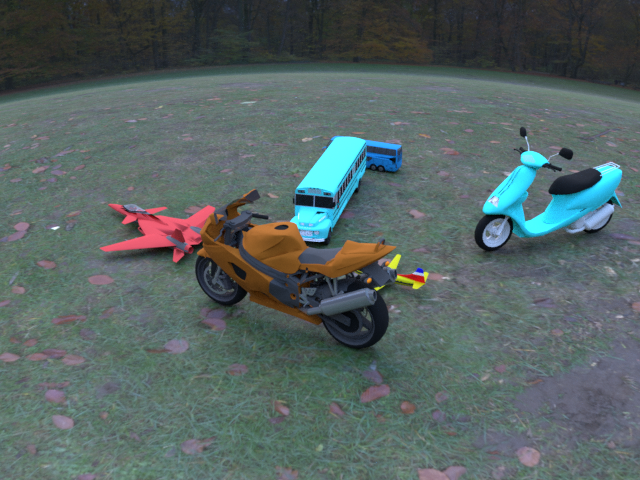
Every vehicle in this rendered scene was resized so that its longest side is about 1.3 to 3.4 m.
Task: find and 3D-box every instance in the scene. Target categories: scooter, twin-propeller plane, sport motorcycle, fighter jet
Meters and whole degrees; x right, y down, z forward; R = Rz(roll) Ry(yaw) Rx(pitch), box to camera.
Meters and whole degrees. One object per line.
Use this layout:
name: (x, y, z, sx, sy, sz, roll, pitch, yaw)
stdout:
scooter: (3.695, -0.795, 11.067, 2.721, 1.786, 1.288, -9, 28, -18)
twin-propeller plane: (0.987, 0.486, 10.032, 1.095, 0.407, 1.370, 12, 29, 23)
sport motorcycle: (-0.421, 0.387, 8.891, 2.955, 1.596, 0.983, 14, 30, 26)
fighter jet: (-2.790, -0.400, 11.656, 2.640, 0.557, 2.229, 21, 33, 36)

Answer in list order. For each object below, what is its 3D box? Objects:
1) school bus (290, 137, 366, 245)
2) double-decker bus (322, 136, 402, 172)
school bus: (0.184, -0.939, 12.422, 0.709, 0.844, 3.322, 7, 27, 13)
double-decker bus: (0.874, -1.787, 14.480, 1.672, 0.541, 0.389, 12, 29, 23)
